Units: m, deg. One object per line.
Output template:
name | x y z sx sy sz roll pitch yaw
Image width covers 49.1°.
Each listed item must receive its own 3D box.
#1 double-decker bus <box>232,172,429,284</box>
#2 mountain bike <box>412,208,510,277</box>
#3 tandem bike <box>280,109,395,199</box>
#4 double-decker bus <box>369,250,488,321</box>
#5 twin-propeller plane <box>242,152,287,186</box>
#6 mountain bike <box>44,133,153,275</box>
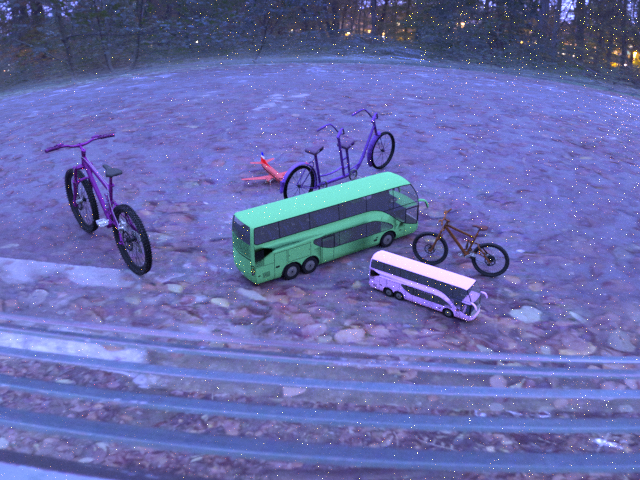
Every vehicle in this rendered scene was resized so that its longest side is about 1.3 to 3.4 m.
double-decker bus | 0.203 -0.253 10.843 3.251 1.052 0.756 -17 33 -29
mountain bike | 2.099 0.075 10.436 1.469 0.868 0.573 11 31 20
tandem bike | 0.409 -1.593 13.013 0.550 1.326 3.192 24 37 37
double-decker bus | 1.470 0.637 9.747 1.672 0.541 0.389 18 33 29
twin-propeller plane | -0.922 -1.361 13.548 1.370 0.407 1.095 -14 32 -25
mountain bike | -3.353 -0.593 10.803 1.114 1.688 2.857 -22 35 -34
